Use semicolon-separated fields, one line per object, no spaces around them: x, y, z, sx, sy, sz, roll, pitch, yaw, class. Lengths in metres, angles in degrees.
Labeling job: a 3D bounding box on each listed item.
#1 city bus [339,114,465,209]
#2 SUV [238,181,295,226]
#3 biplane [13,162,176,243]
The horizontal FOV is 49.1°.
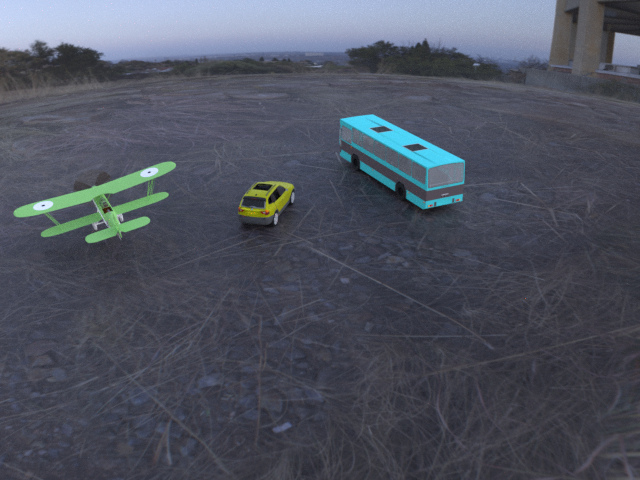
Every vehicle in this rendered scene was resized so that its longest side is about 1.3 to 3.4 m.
1.462;-1.532;13.431;0.926;0.894;3.255;-12;29;-23;city bus
-0.918;-0.732;12.159;0.656;0.580;1.572;7;27;13;SUV
-3.439;-0.457;11.143;2.598;0.981;2.120;-13;29;-24;biplane
